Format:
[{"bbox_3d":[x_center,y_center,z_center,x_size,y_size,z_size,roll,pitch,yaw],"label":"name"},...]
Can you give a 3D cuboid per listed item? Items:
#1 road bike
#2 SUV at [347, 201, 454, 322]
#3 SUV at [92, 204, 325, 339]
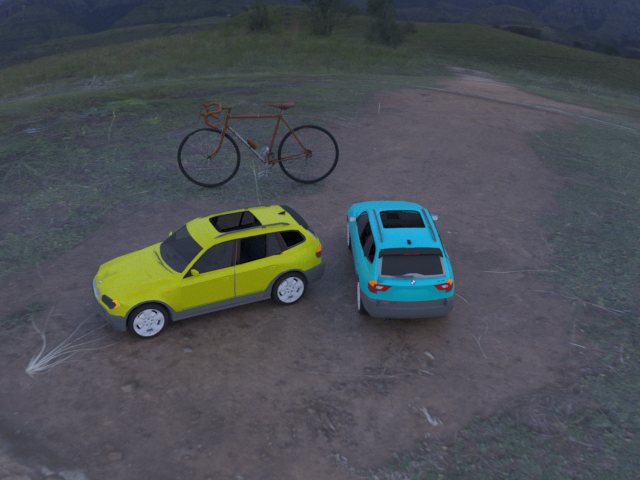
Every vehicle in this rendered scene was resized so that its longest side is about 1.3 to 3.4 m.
[{"bbox_3d":[-1.136,-1.784,12.951,3.004,1.656,0.697,-3,26,-5],"label":"road bike"},{"bbox_3d":[1.069,0.044,9.802,1.276,1.128,3.058,-1,26,-2],"label":"SUV"},{"bbox_3d":[-1.443,0.302,9.272,3.058,1.128,1.276,-12,28,-22],"label":"SUV"}]
